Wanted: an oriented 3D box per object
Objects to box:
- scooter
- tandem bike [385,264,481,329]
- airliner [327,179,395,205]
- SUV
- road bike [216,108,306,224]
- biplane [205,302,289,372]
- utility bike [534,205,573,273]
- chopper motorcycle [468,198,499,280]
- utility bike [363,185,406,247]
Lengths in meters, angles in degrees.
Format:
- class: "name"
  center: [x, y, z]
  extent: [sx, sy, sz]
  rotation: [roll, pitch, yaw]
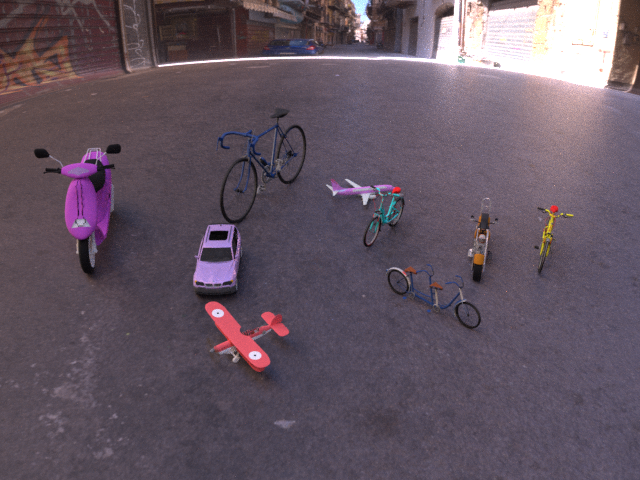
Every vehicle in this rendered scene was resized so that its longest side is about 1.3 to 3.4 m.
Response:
- class: "scooter"
  center: [-3.747, -0.796, 11.352]
  extent: [1.288, 1.786, 2.721]
  rotation: [-5, 30, -8]
- class: "tandem bike"
  center: [1.568, 0.690, 9.829]
  extent: [1.642, 0.682, 0.283]
  rotation: [25, 38, 37]
- class: "airliner"
  center: [0.803, -1.013, 13.128]
  extent: [1.307, 0.429, 1.161]
  rotation: [-8, 30, -13]
- class: "SUV"
  center: [-1.551, 0.260, 10.700]
  extent: [0.656, 0.580, 1.572]
  rotation: [-1, 29, -1]
- class: "road bike"
  center: [-0.971, -1.464, 12.679]
  extent: [0.697, 1.656, 3.004]
  rotation: [14, 32, 23]
- class: "biplane"
  center: [-0.926, 1.255, 9.002]
  extent: [1.090, 0.504, 1.336]
  rotation: [-20, 35, -32]
- class: "utility bike"
  center: [3.643, -0.128, 11.020]
  extent: [0.535, 0.946, 1.435]
  rotation: [10, 31, 17]
- class: "chopper motorcycle"
  center: [2.548, -0.025, 11.025]
  extent: [0.466, 0.761, 1.563]
  rotation: [7, 30, 13]
- class: "utility bike"
  center: [1.143, -0.483, 11.653]
  extent: [0.535, 0.946, 1.435]
  rotation: [18, 34, 28]
